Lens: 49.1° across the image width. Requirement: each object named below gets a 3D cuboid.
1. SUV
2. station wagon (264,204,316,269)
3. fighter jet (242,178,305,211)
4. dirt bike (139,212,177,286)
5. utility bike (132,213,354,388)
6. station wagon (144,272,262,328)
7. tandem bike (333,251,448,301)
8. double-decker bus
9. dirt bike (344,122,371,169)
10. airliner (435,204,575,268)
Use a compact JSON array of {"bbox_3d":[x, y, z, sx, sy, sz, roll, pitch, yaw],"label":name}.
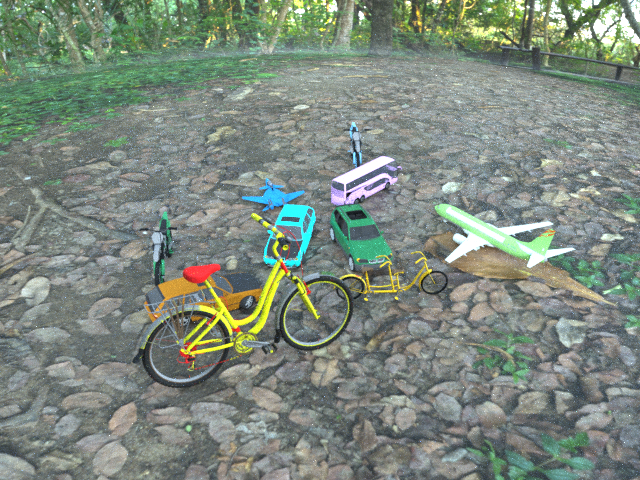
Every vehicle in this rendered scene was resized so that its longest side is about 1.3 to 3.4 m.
[{"bbox_3d":[0.620,-0.067,10.943,0.656,0.580,1.572,-8,30,-14],"label":"SUV"},{"bbox_3d":[-0.470,-0.109,11.128,0.682,0.473,1.597,4,29,8],"label":"station wagon"},{"bbox_3d":[-0.871,-0.938,12.810,1.147,0.286,1.358,-7,30,-12],"label":"fighter jet"},{"bbox_3d":[-2.317,0.118,10.326,0.527,0.857,1.493,-2,29,-4],"label":"dirt bike"},{"bbox_3d":[-0.887,0.700,8.270,2.791,1.839,1.039,-13,32,-22],"label":"utility bike"},{"bbox_3d":[-1.579,0.736,9.609,1.597,0.473,0.682,-14,32,-23],"label":"station wagon"},{"bbox_3d":[1.002,0.519,9.785,1.642,0.682,0.283,-3,29,-6],"label":"tandem bike"},{"bbox_3d":[0.852,-1.082,12.807,0.389,0.541,1.672,23,36,35],"label":"double-decker bus"},{"bbox_3d":[0.711,-1.852,13.866,0.527,0.857,1.493,-1,29,-2],"label":"dirt bike"},{"bbox_3d":[2.676,-0.262,11.031,2.257,0.835,2.541,-17,34,-28],"label":"airliner"}]
